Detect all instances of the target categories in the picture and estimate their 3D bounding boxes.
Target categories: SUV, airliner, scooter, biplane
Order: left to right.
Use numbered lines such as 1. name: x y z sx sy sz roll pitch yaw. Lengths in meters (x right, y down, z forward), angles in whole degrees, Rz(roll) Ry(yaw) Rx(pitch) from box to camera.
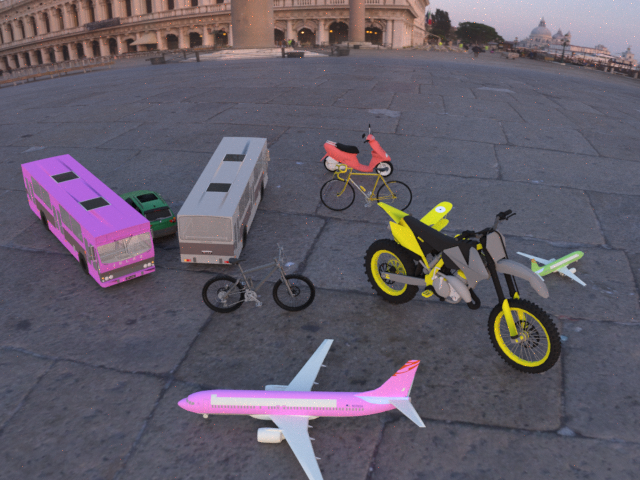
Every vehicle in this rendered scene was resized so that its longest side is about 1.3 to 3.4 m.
1. SUV: -2.816 -0.499 11.298 0.656 0.580 1.572 -16 32 -27
2. airliner: -0.229 1.540 7.211 2.541 0.835 2.257 1 28 2
3. scooter: 0.696 -1.656 13.103 1.399 0.919 0.662 7 29 13
4. biplane: 1.705 -0.084 10.601 1.090 0.504 1.336 23 36 36
5. airliner: 3.395 0.275 10.009 1.307 0.429 1.161 -20 34 -32

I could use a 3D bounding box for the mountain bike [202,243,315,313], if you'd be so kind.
1. mountain bike: -0.793 0.561 9.008 1.469 0.868 0.573 -1 28 -2

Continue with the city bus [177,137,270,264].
1. city bus: -1.471 -0.694 11.329 0.926 0.894 3.255 2 28 4

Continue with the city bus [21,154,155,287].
1. city bus: -3.602 -0.355 10.694 0.926 0.894 3.255 -20 34 -32

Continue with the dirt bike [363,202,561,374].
1. dirt bike: 1.635 0.422 8.423 1.024 1.666 2.903 -24 36 -37

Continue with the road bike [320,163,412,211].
1. road bike: 0.768 -0.850 11.666 1.545 0.852 0.358 2 28 4
